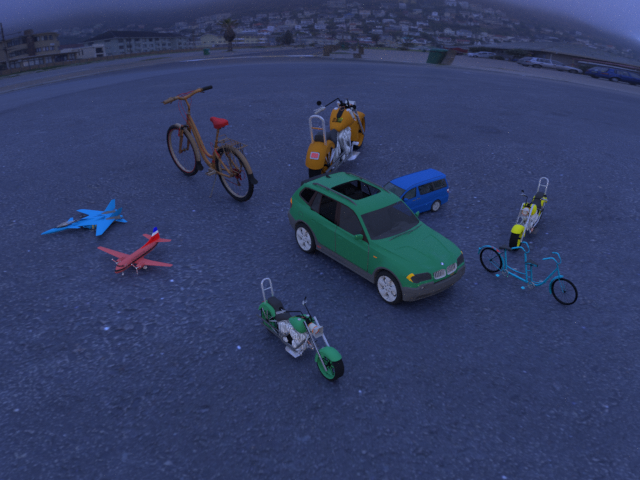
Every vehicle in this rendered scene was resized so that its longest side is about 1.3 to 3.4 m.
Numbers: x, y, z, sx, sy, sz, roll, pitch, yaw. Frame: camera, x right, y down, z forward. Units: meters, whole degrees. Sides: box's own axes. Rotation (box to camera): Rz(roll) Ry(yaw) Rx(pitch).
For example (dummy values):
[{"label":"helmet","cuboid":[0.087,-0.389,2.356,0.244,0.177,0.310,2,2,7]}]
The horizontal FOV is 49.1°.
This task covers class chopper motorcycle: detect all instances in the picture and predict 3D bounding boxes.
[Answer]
[{"label":"chopper motorcycle","cuboid":[0.387,-2.160,13.896,0.906,1.480,3.040,9,29,17]},{"label":"chopper motorcycle","cuboid":[3.408,-0.437,11.400,0.466,0.761,1.563,16,32,27]},{"label":"chopper motorcycle","cuboid":[-0.255,1.075,8.532,0.466,0.761,1.563,-21,34,-34]}]

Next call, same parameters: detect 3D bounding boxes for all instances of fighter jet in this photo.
[{"label":"fighter jet","cuboid":[-3.992,-0.338,11.721,1.358,0.286,1.147,-17,32,-29]}]

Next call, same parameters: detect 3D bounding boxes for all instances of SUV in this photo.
[{"label":"SUV","cuboid":[0.766,-0.150,10.462,1.276,1.128,3.058,-20,34,-34]}]

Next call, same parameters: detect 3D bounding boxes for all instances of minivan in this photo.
[{"label":"minivan","cuboid":[1.520,-0.766,12.179,1.548,0.616,0.681,-18,33,-30]}]

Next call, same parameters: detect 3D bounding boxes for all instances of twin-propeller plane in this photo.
[{"label":"twin-propeller plane","cuboid":[-2.758,0.177,10.615,1.370,0.407,1.095,12,30,22]}]

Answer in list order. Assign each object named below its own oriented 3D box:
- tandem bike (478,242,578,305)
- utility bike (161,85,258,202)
[{"label":"tandem bike","cuboid":[2.935,0.372,9.950,0.283,0.682,1.642,-23,36,-37]},{"label":"utility bike","cuboid":[-2.131,-1.749,12.732,1.039,1.839,2.791,-24,36,-37]}]
